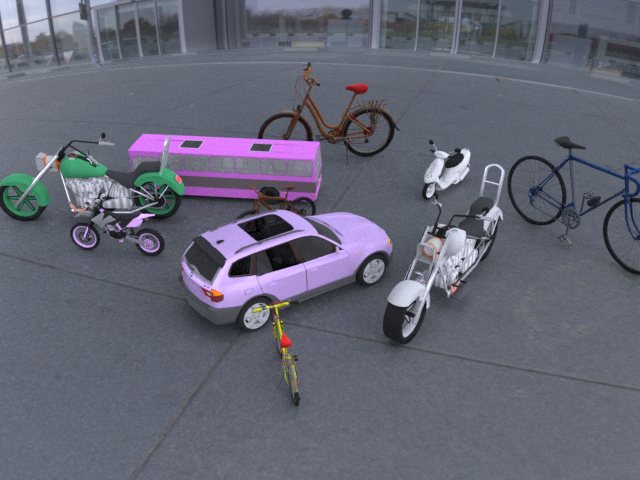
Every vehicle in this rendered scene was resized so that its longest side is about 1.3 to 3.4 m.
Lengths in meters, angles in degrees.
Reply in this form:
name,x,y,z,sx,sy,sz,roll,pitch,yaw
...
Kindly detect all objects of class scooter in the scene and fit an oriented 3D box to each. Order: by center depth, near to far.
name,x,y,z,sx,sy,sz,roll,pitch,yaw
scooter,2.258,-1.309,12.386,0.662,0.919,1.399,25,38,36

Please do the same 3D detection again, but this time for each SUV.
name,x,y,z,sx,sy,sz,roll,pitch,yaw
SUV,-0.404,0.190,9.560,3.058,1.128,1.276,-19,35,-29

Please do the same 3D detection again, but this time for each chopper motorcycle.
name,x,y,z,sx,sy,sz,roll,pitch,yaw
chopper motorcycle,1.720,0.115,9.337,0.906,1.480,3.040,19,35,30
chopper motorcycle,-3.715,-0.991,11.267,3.040,1.480,0.906,1,30,1

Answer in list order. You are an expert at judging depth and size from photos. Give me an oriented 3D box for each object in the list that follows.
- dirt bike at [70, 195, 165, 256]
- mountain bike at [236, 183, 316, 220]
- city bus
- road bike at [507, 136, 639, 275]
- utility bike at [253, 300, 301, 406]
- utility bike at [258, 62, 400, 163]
name,x,y,z,sx,sy,sz,roll,pitch,yaw
dirt bike,-3.064,-0.175,10.469,1.493,0.857,0.527,5,30,8
mountain bike,-0.706,-0.452,10.941,1.469,0.868,0.573,-16,34,-26
city bus,-1.631,-1.239,12.287,3.255,0.894,0.926,4,30,6
road bike,3.996,-0.629,10.458,0.697,1.656,3.004,-19,35,-30
utility bike,-0.453,1.210,7.964,0.535,0.946,1.435,-7,31,-12
utility bike,0.209,-2.323,13.227,2.791,1.839,1.039,-5,30,-9
